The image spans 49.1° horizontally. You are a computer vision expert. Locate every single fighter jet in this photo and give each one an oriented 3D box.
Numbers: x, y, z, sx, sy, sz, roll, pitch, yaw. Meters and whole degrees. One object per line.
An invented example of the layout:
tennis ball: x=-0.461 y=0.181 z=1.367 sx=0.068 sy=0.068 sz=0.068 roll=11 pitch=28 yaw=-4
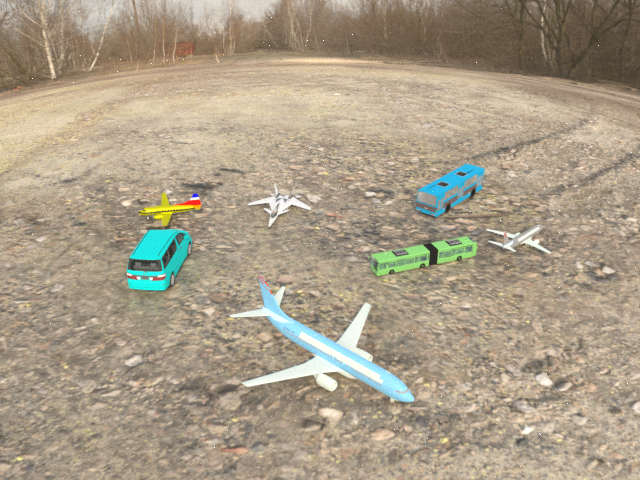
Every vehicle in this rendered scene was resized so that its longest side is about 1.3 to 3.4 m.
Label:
fighter jet: x=-0.748 y=-0.613 z=12.410 sx=1.147 sy=0.286 sz=1.358 roll=5 pitch=28 yaw=9

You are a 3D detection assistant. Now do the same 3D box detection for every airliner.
airliner: x=3.288 y=-0.119 z=11.330 sx=1.161 sy=0.429 sz=1.307 roll=25 pitch=37 yaw=38
airliner: x=0.107 y=1.182 z=8.450 sx=2.541 sy=0.835 sz=2.257 roll=23 pitch=36 yaw=36

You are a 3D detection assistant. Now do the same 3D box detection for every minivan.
minivan: x=-2.397 y=0.187 z=10.556 sx=0.681 sy=0.616 sz=1.548 roll=3 pitch=28 yaw=5

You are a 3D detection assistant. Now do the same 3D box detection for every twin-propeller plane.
twin-propeller plane: x=-2.626 y=-0.584 z=12.228 sx=1.095 sy=0.407 sz=1.370 roll=-6 pitch=29 yaw=-11

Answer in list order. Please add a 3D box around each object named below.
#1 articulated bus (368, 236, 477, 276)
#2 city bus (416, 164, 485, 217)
articulated bus: x=1.605 y=0.240 z=10.805 sx=1.749 sy=0.289 sz=0.311 roll=-10 pitch=30 yaw=-18
city bus: x=2.398 y=-0.902 z=12.769 sx=0.476 sy=0.460 sz=1.674 roll=22 pitch=35 yaw=35
